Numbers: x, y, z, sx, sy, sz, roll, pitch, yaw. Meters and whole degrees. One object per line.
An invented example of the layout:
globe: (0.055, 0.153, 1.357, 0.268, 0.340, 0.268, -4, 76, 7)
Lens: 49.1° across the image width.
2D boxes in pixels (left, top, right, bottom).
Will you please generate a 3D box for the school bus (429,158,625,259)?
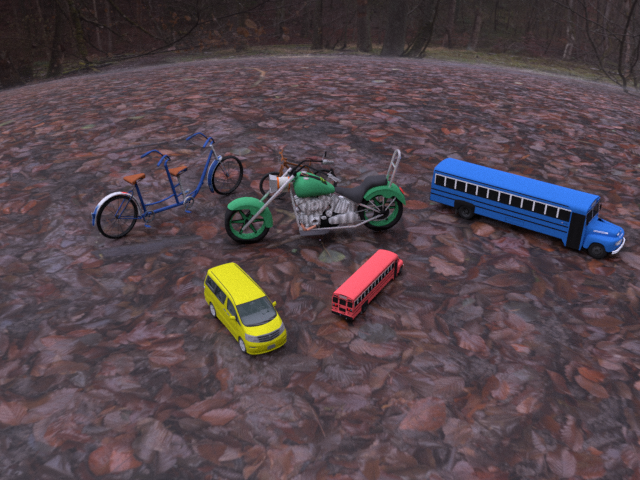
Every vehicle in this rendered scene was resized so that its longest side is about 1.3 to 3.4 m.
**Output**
school bus: (3.508, -0.593, 11.968, 3.322, 0.844, 0.709, 20, 35, 32)

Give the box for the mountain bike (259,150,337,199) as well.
mountain bike: (-0.401, -1.183, 13.000, 1.469, 0.868, 0.573, -4, 29, -8)

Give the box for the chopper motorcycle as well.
chopper motorcycle: (-0.067, -0.717, 11.537, 3.040, 1.480, 0.906, -4, 29, -7)

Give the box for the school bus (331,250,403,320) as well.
school bus: (0.741, 0.589, 10.269, 0.365, 0.434, 1.708, 16, 33, 27)

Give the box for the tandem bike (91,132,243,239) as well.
tandem bike: (-2.584, -1.023, 12.243, 0.550, 1.326, 3.192, 25, 38, 37)

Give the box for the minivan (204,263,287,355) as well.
minivan: (-1.031, 0.913, 9.503, 0.681, 0.616, 1.548, -17, 33, -27)
